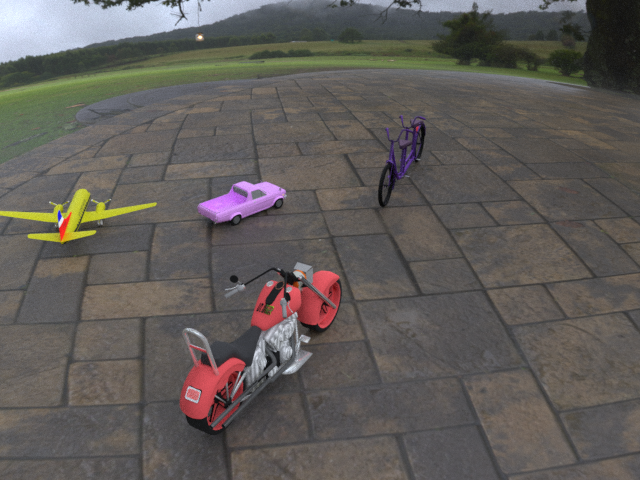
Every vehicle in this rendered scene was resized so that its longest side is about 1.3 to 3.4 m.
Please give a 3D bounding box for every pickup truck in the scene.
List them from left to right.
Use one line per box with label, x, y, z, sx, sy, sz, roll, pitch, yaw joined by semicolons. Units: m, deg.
pickup truck;-1.347;-0.703;12.266;1.603;0.511;0.640;-24;36;-38

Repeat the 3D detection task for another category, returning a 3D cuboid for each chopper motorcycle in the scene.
chopper motorcycle;-0.548;0.959;8.096;0.906;1.480;3.040;15;31;26

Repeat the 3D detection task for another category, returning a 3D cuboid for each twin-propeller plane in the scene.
twin-propeller plane;-4.079;-0.497;11.578;2.663;0.792;2.129;-3;28;-6

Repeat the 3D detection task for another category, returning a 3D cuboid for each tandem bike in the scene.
tandem bike;1.618;-1.732;13.336;0.550;1.326;3.192;10;30;19
